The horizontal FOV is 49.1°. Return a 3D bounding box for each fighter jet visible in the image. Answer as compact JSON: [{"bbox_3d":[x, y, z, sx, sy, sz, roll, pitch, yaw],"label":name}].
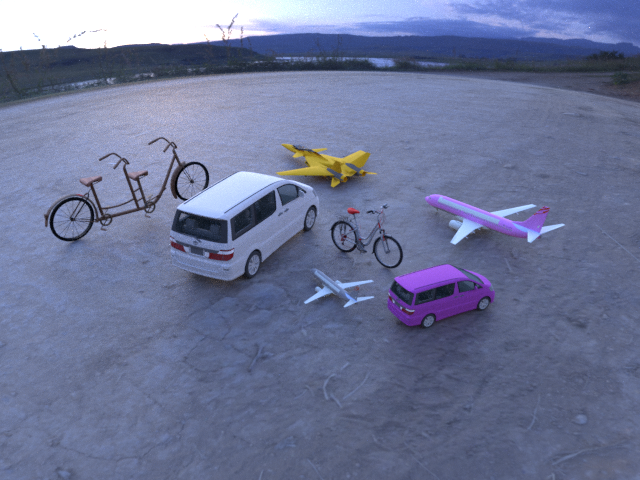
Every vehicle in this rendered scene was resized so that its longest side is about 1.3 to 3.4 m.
[{"bbox_3d":[-0.074,-1.817,14.676,2.229,0.557,2.640,-19,33,-32],"label":"fighter jet"}]

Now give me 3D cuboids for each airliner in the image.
[{"bbox_3d":[0.203,0.597,10.089,1.161,0.429,1.307,-16,31,-28],"label":"airliner"},{"bbox_3d":[2.766,-0.544,11.878,2.257,0.835,2.541,-22,34,-36],"label":"airliner"}]

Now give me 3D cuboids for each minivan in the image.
[{"bbox_3d":[-1.101,-0.429,11.255,1.324,1.197,3.011,13,30,24],"label":"minivan"},{"bbox_3d":[1.707,0.703,9.676,1.548,0.616,0.681,-13,30,-24],"label":"minivan"}]

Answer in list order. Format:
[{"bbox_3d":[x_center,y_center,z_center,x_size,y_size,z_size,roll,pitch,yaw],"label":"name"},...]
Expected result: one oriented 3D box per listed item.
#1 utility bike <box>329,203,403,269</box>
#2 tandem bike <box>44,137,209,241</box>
[{"bbox_3d":[0.735,-0.145,10.974,1.435,0.946,0.535,20,33,34],"label":"utility bike"},{"bbox_3d":[-3.260,-0.943,12.119,3.192,1.326,0.550,-23,35,-38],"label":"tandem bike"}]
